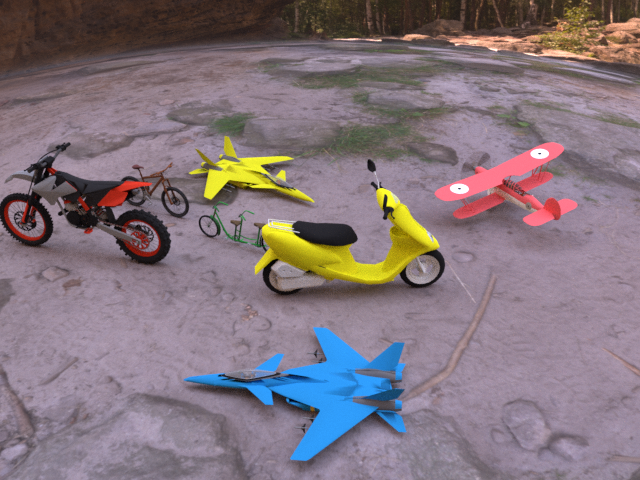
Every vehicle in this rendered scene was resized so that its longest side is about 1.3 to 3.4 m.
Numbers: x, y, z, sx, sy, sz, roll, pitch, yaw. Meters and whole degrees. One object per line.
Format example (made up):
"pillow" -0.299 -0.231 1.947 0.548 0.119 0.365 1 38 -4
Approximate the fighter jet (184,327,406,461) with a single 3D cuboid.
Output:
"fighter jet" -0.313 1.582 8.140 2.640 0.557 2.229 3 31 5

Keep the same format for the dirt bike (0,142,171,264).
"dirt bike" -3.643 -0.495 10.545 2.903 1.666 1.024 8 32 13

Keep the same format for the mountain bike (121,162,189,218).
"mountain bike" -2.864 -0.879 11.971 1.469 0.868 0.573 15 34 23

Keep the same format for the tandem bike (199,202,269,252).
"tandem bike" -1.254 -0.187 10.991 1.642 0.682 0.283 16 34 24

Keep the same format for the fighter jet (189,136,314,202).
"fighter jet" -1.121 -1.233 12.870 2.640 0.557 2.229 23 37 33

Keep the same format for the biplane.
"biplane" 3.205 -0.788 11.709 2.598 0.981 2.120 -16 34 -24

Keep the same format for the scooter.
"scooter" 0.442 -0.043 9.668 2.721 1.786 1.288 -3 31 -5
